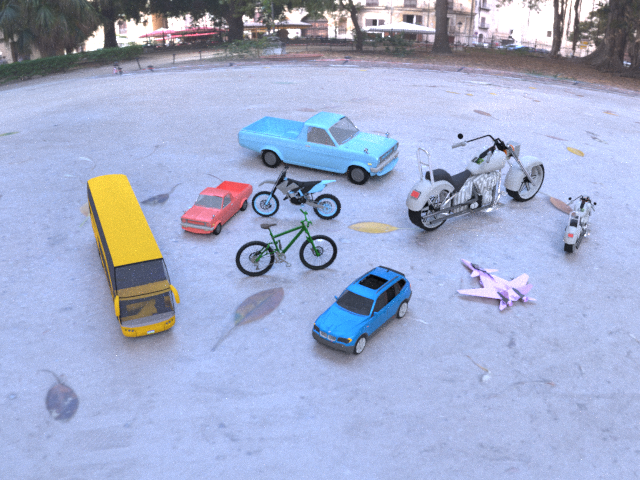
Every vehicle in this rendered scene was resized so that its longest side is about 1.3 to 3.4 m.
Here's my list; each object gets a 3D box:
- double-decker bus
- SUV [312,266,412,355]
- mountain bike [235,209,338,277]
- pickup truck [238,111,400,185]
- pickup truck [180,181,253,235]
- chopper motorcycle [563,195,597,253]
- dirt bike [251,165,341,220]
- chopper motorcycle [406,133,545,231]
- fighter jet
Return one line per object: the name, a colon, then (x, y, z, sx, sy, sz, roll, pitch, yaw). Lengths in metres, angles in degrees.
double-decker bus: (-2.652, 0.135, 9.612, 0.756, 1.052, 3.251, -11, 29, -20)
SUV: (0.552, 0.835, 8.780, 0.656, 0.580, 1.572, 19, 33, 32)
mountain bike: (-0.468, 0.088, 9.900, 1.469, 0.868, 0.573, -5, 28, -10)
pickup truck: (-0.039, -1.928, 13.627, 3.117, 0.993, 1.244, 13, 30, 24)
pickup truck: (-1.695, -0.607, 11.617, 0.640, 0.511, 1.603, 10, 29, 18)
chopper motorcycle: (4.047, -0.365, 10.883, 0.466, 0.761, 1.563, 14, 31, 25)
dirt bike: (-0.396, -0.739, 11.497, 1.493, 0.857, 0.527, 2, 28, 4)
chopper motorcycle: (2.648, -1.076, 11.468, 3.040, 1.480, 0.906, -18, 33, -31)
fighter jet: (2.363, 0.491, 9.756, 1.147, 0.286, 1.358, -12, 30, -21)
